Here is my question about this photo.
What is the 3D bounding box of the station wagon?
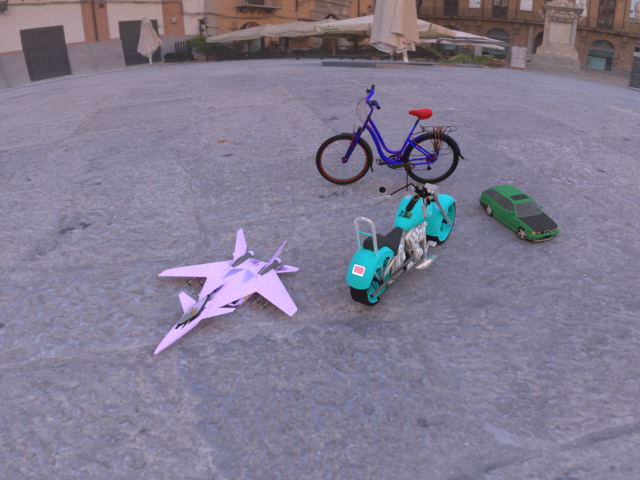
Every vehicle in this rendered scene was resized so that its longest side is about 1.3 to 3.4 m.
[{"bbox_3d":[3.357,-0.498,11.819,0.682,0.473,1.597,-11,30,-19],"label":"station wagon"}]

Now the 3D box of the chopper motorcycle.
[{"bbox_3d":[1.294,-0.178,10.171,0.906,1.480,3.040,17,33,28],"label":"chopper motorcycle"}]

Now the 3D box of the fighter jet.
[{"bbox_3d":[-1.419,0.690,9.535,2.229,0.557,2.640,14,31,24],"label":"fighter jet"}]

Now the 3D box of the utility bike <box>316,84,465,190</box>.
[{"bbox_3d":[1.316,-1.797,12.785,2.791,1.839,1.039,-1,28,-1],"label":"utility bike"}]
